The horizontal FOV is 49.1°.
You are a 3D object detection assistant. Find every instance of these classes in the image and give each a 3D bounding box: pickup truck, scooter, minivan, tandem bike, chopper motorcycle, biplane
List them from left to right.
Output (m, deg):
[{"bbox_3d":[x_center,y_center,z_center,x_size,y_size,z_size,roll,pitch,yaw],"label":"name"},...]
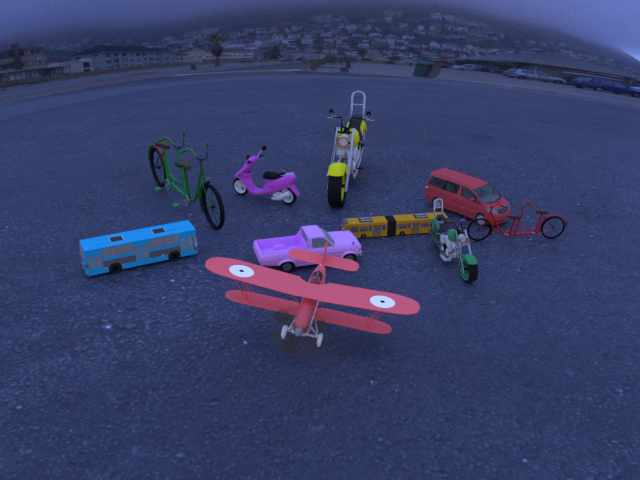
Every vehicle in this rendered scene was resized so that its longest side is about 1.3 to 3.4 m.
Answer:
[{"bbox_3d":[-2.426,-1.219,12.312,0.550,1.326,3.192,-16,30,-30],"label":"tandem bike"},{"bbox_3d":[-0.996,-1.154,12.649,1.399,0.919,0.662,12,28,24],"label":"scooter"},{"bbox_3d":[-0.186,0.091,10.518,1.603,0.511,0.640,-7,26,-14],"label":"pickup truck"},{"bbox_3d":[-0.046,0.655,8.794,2.598,0.981,2.120,4,26,8],"label":"biplane"},{"bbox_3d":[0.526,-1.786,13.319,0.906,1.480,3.040,5,26,10],"label":"chopper motorcycle"},{"bbox_3d":[1.990,-0.008,10.436,0.466,0.761,1.563,-6,26,-12],"label":"chopper motorcycle"},{"bbox_3d":[2.577,-0.760,12.176,0.681,0.616,1.548,-21,33,-37],"label":"minivan"},{"bbox_3d":[3.162,-0.308,11.154,1.642,0.682,0.283,-2,26,-4],"label":"tandem bike"}]

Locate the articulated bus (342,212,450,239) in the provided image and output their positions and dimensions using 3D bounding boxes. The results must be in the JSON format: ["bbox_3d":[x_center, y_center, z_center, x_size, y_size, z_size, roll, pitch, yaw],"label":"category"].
[{"bbox_3d":[1.240,-0.241,11.470,1.749,0.289,0.311,-4,26,-9],"label":"articulated bus"}]

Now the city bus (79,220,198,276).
[{"bbox_3d":[-2.700,0.129,10.498,1.674,0.460,0.476,-12,28,-24],"label":"city bus"}]
